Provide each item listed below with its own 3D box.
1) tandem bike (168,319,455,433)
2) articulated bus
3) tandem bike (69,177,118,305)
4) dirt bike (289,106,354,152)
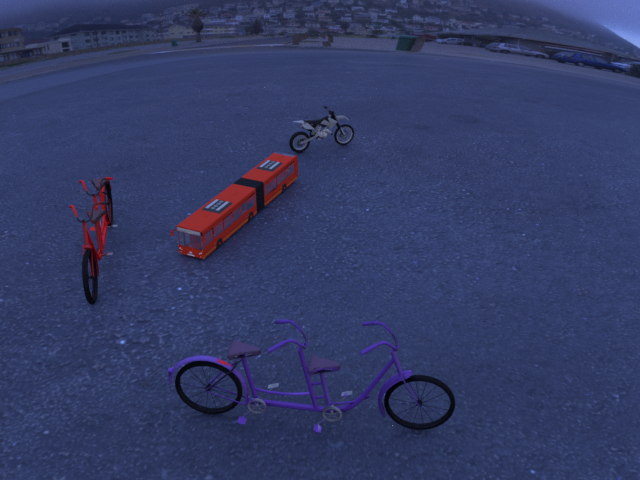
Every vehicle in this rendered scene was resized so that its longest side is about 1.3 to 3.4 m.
[{"bbox_3d":[-0.119,1.476,7.615,3.192,1.326,0.550,3,30,5],"label":"tandem bike"},{"bbox_3d":[-1.341,-0.694,12.190,0.605,0.561,3.401,13,32,21],"label":"articulated bus"},{"bbox_3d":[-3.415,-0.302,10.731,0.550,1.326,3.192,-5,30,-8],"label":"tandem bike"},{"bbox_3d":[0.045,-2.324,14.747,1.493,0.857,0.527,-12,32,-20],"label":"dirt bike"}]
